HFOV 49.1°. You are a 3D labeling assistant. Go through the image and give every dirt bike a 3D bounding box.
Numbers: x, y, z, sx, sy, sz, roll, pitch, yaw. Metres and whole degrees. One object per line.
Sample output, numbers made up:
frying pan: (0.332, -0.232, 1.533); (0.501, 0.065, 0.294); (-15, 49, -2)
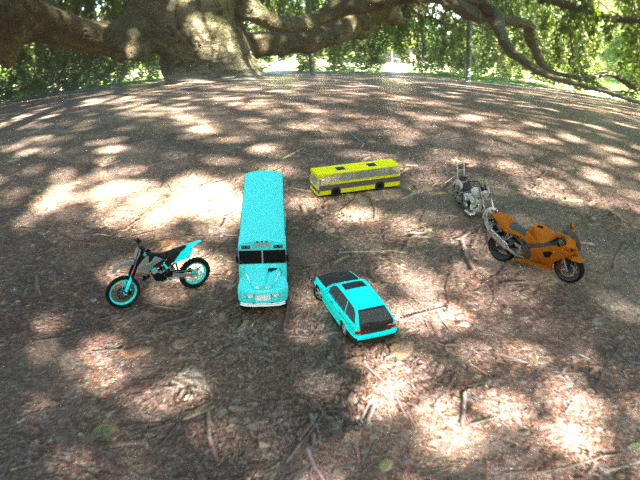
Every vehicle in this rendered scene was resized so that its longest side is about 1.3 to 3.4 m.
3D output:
dirt bike: (-2.194, 0.407, 9.507); (1.493, 0.857, 0.527); (-15, 30, -29)

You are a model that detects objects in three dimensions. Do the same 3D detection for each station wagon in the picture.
station wagon: (0.427, 0.775, 9.189); (0.682, 0.473, 1.597); (-9, 27, -18)

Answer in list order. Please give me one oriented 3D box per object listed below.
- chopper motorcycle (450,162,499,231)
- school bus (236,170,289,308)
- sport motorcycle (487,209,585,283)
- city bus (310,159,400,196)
chopper motorcycle: (2.683, -0.749, 11.995); (0.466, 0.761, 1.563); (-7, 27, -14)
school bus: (-0.849, -0.089, 10.543); (0.709, 0.844, 3.322); (-2, 26, -3)
sport motorcycle: (3.148, 0.075, 10.231); (1.520, 0.821, 0.506); (20, 33, 36)
city bus: (0.665, -1.167, 13.199); (1.674, 0.460, 0.476); (-9, 27, -17)
